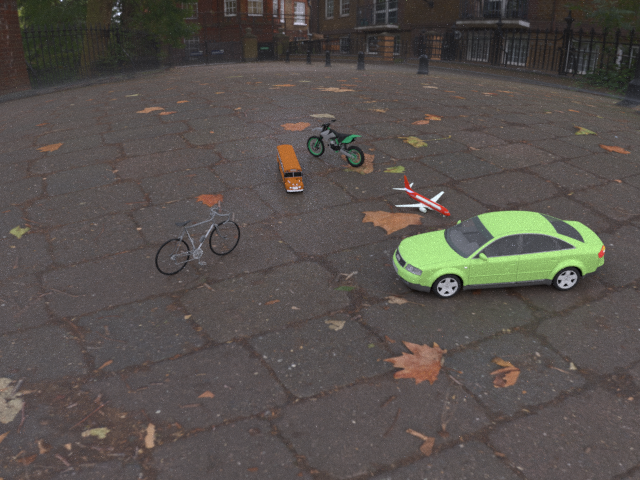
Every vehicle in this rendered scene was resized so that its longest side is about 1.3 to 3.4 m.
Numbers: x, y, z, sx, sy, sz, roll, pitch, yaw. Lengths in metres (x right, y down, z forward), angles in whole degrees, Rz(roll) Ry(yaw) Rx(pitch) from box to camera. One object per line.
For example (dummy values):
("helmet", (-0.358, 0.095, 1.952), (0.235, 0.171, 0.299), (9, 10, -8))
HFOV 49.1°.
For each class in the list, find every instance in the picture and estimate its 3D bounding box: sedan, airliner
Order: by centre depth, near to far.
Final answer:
("sedan", (2.661, 0.127, 10.483), (3.137, 0.940, 1.235), (-3, 27, -6))
("airliner", (1.938, -0.794, 12.834), (1.161, 0.429, 1.307), (-17, 32, -30))

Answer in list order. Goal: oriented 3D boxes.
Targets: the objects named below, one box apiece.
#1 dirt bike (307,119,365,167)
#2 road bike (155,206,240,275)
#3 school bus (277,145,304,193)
("dirt bike", (0.315, -2.057, 14.824), (1.493, 0.857, 0.527), (19, 33, 32))
("road bike", (-1.874, 0.000, 10.826), (1.545, 0.852, 0.358), (-22, 34, -36))
("school bus", (-0.609, -1.437, 14.081), (0.365, 0.434, 1.708), (-4, 28, -8))
